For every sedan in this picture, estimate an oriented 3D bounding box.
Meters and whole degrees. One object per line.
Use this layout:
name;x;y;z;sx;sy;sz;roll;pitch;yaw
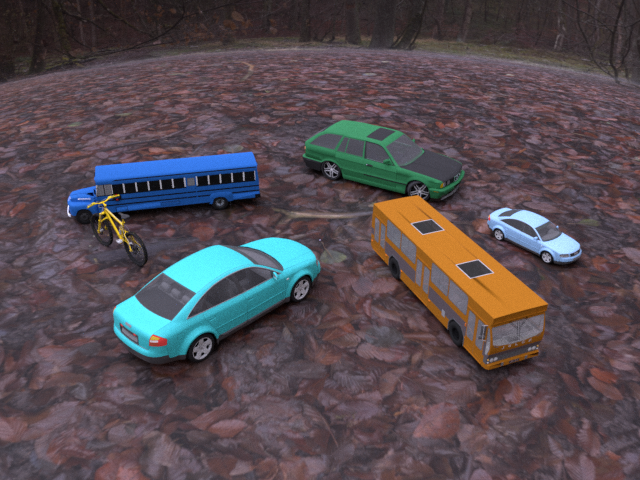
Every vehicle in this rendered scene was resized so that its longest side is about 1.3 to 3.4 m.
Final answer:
sedan;-1.296;0.611;9.531;1.235;0.940;3.137;25;38;36
sedan;3.441;-0.120;11.256;0.635;0.483;1.613;-22;37;-33

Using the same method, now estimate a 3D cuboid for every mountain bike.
mountain bike;-3.169;-0.152;10.925;1.469;0.868;0.573;24;38;35

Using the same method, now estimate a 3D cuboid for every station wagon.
station wagon;1.210;-1.589;13.365;3.105;0.920;1.327;17;34;27

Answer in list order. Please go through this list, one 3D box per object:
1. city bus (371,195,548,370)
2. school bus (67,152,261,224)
city bus;1.781;0.486;9.793;0.926;0.894;3.255;-12;32;-19
school bus;-2.748;-0.947;12.328;3.322;0.844;0.709;-7;31;-12
